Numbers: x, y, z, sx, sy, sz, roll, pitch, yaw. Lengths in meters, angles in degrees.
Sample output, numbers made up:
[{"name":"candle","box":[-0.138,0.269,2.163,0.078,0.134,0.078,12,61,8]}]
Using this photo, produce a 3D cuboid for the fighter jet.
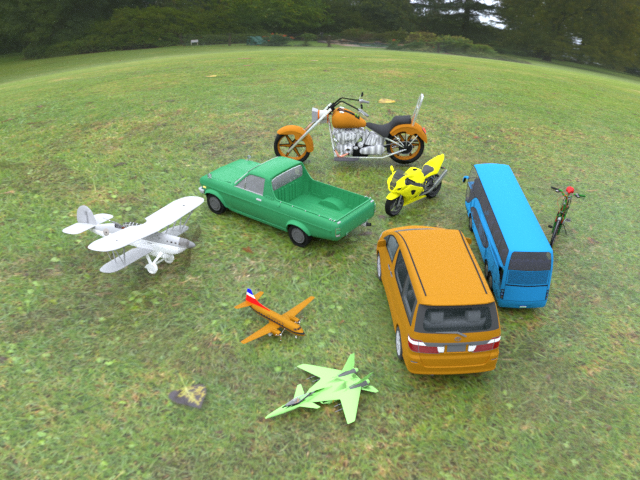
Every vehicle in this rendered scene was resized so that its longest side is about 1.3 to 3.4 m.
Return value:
[{"name":"fighter jet","box":[-0.037,1.754,8.138,1.358,0.286,1.147,-17,34,-27]}]

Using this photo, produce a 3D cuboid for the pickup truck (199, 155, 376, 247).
[{"name":"pickup truck","box":[-0.615,-0.785,11.849,3.117,0.993,1.244,21,36,32]}]

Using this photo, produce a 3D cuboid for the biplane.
[{"name":"biplane","box":[-2.801,-0.098,10.666,2.120,0.981,2.598,11,32,19]}]

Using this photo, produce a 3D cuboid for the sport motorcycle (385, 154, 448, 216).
[{"name":"sport motorcycle","box":[1.676,-0.975,12.353,1.520,0.821,0.506,-26,39,-37]}]

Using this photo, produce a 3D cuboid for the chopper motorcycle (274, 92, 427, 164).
[{"name":"chopper motorcycle","box":[0.599,-2.181,13.792,3.040,1.480,0.906,1,30,3]}]

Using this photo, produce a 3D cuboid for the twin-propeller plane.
[{"name":"twin-propeller plane","box":[-0.612,0.990,9.348,1.095,0.407,1.370,23,37,35]}]

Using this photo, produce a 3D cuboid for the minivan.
[{"name":"minivan","box":[1.489,0.522,9.369,1.324,1.197,3.011,-2,30,-3]}]

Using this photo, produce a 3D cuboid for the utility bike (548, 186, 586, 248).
[{"name":"utility bike","box":[3.967,-0.455,11.322,0.535,0.946,1.435,14,33,22]}]

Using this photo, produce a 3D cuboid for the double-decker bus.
[{"name":"double-decker bus","box":[2.816,-0.201,10.774,0.756,1.052,3.251,1,30,1]}]
